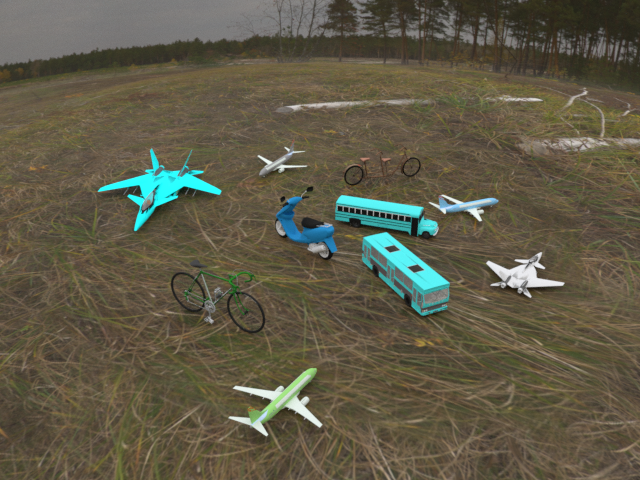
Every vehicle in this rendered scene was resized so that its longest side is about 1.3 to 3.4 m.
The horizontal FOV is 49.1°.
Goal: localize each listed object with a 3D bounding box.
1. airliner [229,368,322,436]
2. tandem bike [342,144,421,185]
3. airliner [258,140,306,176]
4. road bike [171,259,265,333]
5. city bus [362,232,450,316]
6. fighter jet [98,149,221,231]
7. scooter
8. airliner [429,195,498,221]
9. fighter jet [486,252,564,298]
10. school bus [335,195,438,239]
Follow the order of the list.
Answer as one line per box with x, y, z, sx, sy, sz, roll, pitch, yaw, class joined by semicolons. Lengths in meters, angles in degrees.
-0.397;1.660;7.671;1.161;0.429;1.307;17;32;29;airliner
1.187;-1.434;13.294;1.642;0.682;0.283;-10;29;-18;tandem bike
-0.837;-1.616;13.911;1.161;0.429;1.307;15;31;26;airliner
-1.350;0.695;9.055;1.545;0.852;0.358;16;31;27;road bike
1.175;0.465;9.914;0.476;0.460;1.674;-13;30;-23;city bus
-2.916;-0.912;12.434;2.229;0.557;2.640;2;28;3;fighter jet
-0.248;-0.279;10.838;0.662;0.919;1.399;-23;36;-37;scooter
2.569;-0.674;12.117;1.307;0.429;1.161;-12;30;-22;airliner
3.044;0.377;10.268;1.147;0.286;1.358;17;32;30;fighter jet
1.105;-0.389;11.569;1.708;0.434;0.365;10;29;18;school bus
